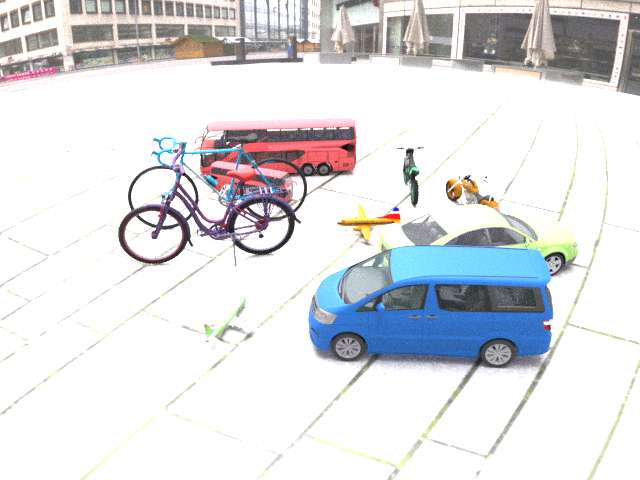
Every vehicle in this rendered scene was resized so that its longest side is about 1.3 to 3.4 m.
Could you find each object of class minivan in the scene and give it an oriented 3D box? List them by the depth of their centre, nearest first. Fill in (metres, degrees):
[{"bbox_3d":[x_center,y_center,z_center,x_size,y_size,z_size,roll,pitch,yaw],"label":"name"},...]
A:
[{"bbox_3d":[1.356,0.756,8.839,3.011,1.197,1.324,2,28,4],"label":"minivan"}]

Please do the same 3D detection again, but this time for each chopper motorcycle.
[{"bbox_3d":[2.682,-0.837,12.352,0.466,0.761,1.563,-10,29,-19],"label":"chopper motorcycle"}]

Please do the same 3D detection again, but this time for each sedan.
[{"bbox_3d":[2.423,0.005,10.552,3.137,0.940,1.235,-8,29,-14],"label":"sedan"}]

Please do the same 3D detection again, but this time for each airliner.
[{"bbox_3d":[-1.243,0.966,9.264,1.161,0.429,1.307,8,29,16],"label":"airliner"}]

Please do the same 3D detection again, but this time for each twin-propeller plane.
[{"bbox_3d":[0.826,-0.357,11.817,1.095,0.407,1.370,-1,28,-3],"label":"twin-propeller plane"}]

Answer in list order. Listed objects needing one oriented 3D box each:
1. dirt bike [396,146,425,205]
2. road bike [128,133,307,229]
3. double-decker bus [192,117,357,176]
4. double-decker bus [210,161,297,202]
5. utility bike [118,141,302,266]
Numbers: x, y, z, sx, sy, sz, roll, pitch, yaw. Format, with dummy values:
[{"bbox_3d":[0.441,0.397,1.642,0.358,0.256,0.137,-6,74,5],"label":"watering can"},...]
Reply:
[{"bbox_3d":[1.693,-1.279,13.094,0.527,0.857,1.493,-1,28,-2],"label":"dirt bike"},{"bbox_3d":[-1.697,-0.997,11.693,3.004,1.656,0.696,-5,28,-9],"label":"road bike"},{"bbox_3d":[-0.890,-1.854,13.983,3.251,1.052,0.756,-2,28,-4],"label":"double-decker bus"},{"bbox_3d":[-1.257,-1.077,13.048,1.672,0.541,0.389,11,30,20],"label":"double-decker bus"},{"bbox_3d":[-1.635,-0.451,10.453,2.791,1.839,1.039,-5,28,-10],"label":"utility bike"}]
